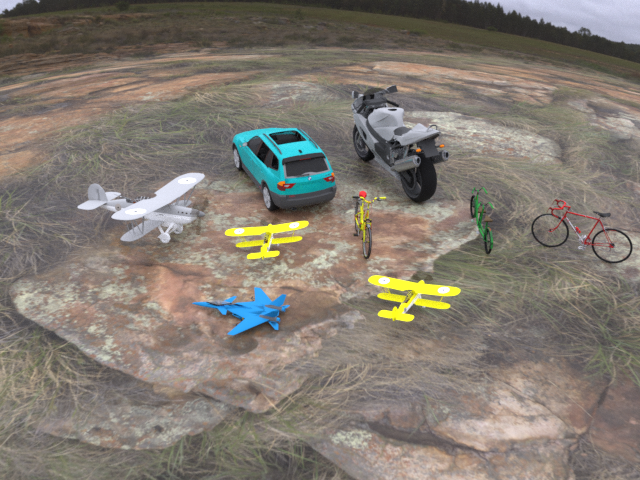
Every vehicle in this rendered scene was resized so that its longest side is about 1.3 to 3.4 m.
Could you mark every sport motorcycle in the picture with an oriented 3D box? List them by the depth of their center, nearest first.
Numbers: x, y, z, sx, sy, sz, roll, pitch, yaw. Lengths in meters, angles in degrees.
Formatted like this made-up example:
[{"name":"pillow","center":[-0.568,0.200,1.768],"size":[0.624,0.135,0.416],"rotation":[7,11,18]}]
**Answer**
[{"name":"sport motorcycle","center":[1.363,-1.871,13.191],"size":[0.983,1.596,2.955],"rotation":[-13,32,-21]}]

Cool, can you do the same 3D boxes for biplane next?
[{"name":"biplane","center":[1.204,0.820,9.625],"size":[1.336,0.504,1.090],"rotation":[16,34,25]},{"name":"biplane","center":[-0.857,0.020,11.010],"size":[1.336,0.504,1.090],"rotation":[2,30,3]},{"name":"biplane","center":[-2.843,-0.538,11.499],"size":[2.120,0.981,2.598],"rotation":[8,31,14]}]

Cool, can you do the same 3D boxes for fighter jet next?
[{"name":"fighter jet","center":[-1.148,0.899,9.707],"size":[1.358,0.286,1.147],"rotation":[7,31,12]}]

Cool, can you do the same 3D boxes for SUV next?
[{"name":"SUV","center":[-0.725,-1.549,13.102],"size":[1.276,1.128,3.058],"rotation":[-12,32,-19]}]

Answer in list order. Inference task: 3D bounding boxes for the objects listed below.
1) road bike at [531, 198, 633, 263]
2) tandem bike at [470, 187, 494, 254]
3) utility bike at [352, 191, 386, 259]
[{"name":"road bike","center":[4.090,-0.139,10.937],"size":[1.545,0.852,0.358],"rotation":[17,34,26]},{"name":"tandem bike","center":[2.664,-0.389,11.540],"size":[0.283,0.682,1.642],"rotation":[0,30,0]},{"name":"utility bike","center":[0.743,-0.368,11.240],"size":[0.535,0.946,1.435],"rotation":[-3,30,-5]}]
